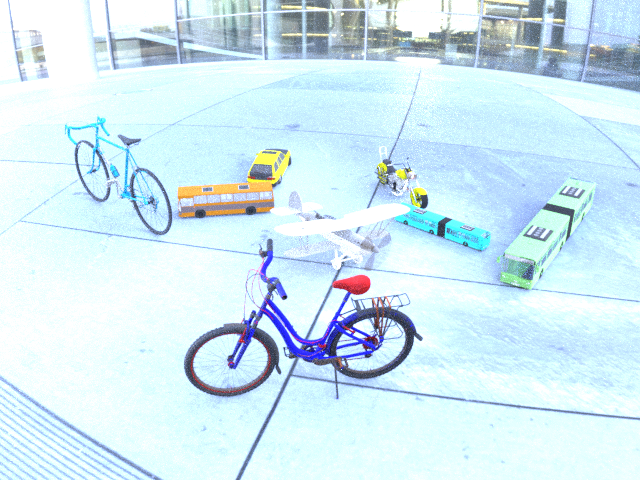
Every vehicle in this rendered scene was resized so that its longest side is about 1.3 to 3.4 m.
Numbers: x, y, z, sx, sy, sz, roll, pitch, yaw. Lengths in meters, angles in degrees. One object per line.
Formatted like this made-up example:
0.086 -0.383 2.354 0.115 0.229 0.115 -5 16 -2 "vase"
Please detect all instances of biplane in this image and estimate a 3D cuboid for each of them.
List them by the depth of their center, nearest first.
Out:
0.198 -0.193 10.889 2.598 0.981 2.120 -22 35 -35 "biplane"

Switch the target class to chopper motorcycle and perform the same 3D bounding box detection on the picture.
1.504 -1.150 12.890 0.466 0.761 1.563 -14 31 -24 "chopper motorcycle"

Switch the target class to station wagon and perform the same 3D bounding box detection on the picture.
-0.990 -1.533 13.902 0.682 0.473 1.597 4 29 8 "station wagon"

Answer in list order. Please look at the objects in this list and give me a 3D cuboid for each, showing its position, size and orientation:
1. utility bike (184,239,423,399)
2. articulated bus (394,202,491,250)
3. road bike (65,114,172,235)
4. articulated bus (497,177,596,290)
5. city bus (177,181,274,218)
-0.129 0.999 7.781 2.791 1.839 1.039 -6 29 -10 "utility bike"
2.010 -0.242 11.707 1.749 0.289 0.311 22 36 35 "articulated bus"
-3.447 -1.149 11.949 3.004 1.656 0.696 25 37 38 "road bike"
3.755 -0.199 11.341 0.605 0.561 3.401 17 33 29 "articulated bus"
-1.660 -0.704 12.382 1.674 0.460 0.476 -4 29 -7 "city bus"
